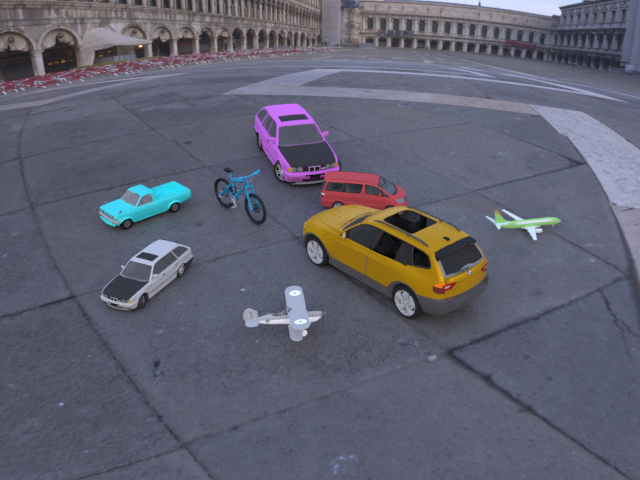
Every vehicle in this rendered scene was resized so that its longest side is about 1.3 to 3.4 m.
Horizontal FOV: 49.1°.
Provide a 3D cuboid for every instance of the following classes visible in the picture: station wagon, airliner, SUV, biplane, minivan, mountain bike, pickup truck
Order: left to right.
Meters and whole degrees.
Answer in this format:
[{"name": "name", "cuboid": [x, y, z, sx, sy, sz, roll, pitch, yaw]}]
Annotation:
[{"name": "pickup truck", "cuboid": [-3.077, -0.691, 12.377, 1.603, 0.511, 0.640, -24, 37, -38]}, {"name": "station wagon", "cuboid": [-2.531, 0.459, 10.275, 0.682, 0.473, 1.597, 12, 30, 21]}, {"name": "mountain bike", "cuboid": [-1.421, -0.826, 12.251, 0.573, 0.868, 1.469, -23, 36, -36]}, {"name": "biplane", "cuboid": [-0.462, 1.005, 9.225, 1.090, 0.504, 1.336, -3, 28, -6]}, {"name": "station wagon", "cuboid": [-0.533, -2.086, 14.542, 1.327, 0.920, 3.105, -8, 29, -15]}, {"name": "minivan", "cuboid": [0.802, -0.851, 12.565, 1.548, 0.616, 0.681, 5, 29, 9]}, {"name": "SUV", "cuboid": [1.024, 0.075, 10.298, 1.276, 1.128, 3.058, -22, 35, -35]}, {"name": "airliner", "cuboid": [3.510, -0.366, 11.858, 1.307, 0.429, 1.161, -6, 29, -12]}]
